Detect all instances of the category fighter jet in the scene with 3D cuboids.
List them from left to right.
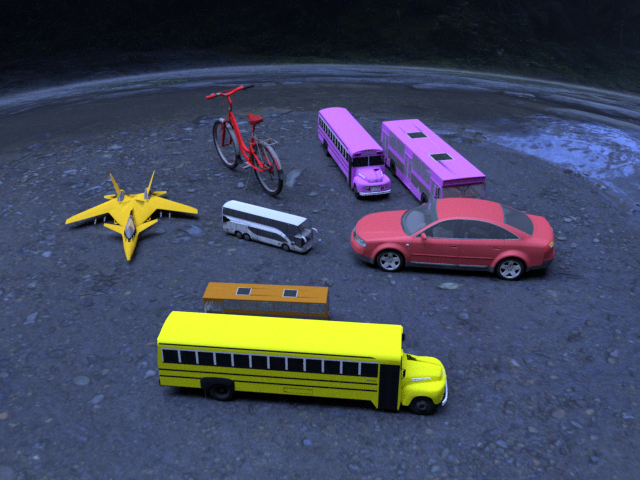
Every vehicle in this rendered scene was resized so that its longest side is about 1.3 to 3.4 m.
[{"bbox_3d":[-3.223,-0.438,11.946,2.229,0.557,2.640,-5,28,-10],"label":"fighter jet"}]

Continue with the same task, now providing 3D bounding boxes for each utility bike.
[{"bbox_3d":[-1.514,-1.942,13.433,1.039,1.839,2.791,-18,33,-30],"label":"utility bike"}]

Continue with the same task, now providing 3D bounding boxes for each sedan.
[{"bbox_3d":[2.048,-0.117,10.923,3.137,0.940,1.235,3,28,7],"label":"sedan"}]

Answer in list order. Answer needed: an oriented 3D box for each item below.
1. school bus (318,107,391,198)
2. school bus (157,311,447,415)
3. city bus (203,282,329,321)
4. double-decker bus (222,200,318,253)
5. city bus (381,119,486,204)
[{"bbox_3d":[0.660,-1.827,14.284,0.709,0.844,3.322,-6,28,-12],"label":"school bus"},{"bbox_3d":[-0.183,1.399,8.137,3.322,0.844,0.709,3,28,6],"label":"school bus"},{"bbox_3d":[-0.719,0.903,9.496,1.674,0.460,0.476,2,28,4],"label":"city bus"},{"bbox_3d":[-0.855,-0.217,11.542,1.672,0.541,0.389,14,31,26],"label":"double-decker bus"},{"bbox_3d":[2.046,-1.374,13.367,0.926,0.894,3.255,-7,28,-12],"label":"city bus"}]
